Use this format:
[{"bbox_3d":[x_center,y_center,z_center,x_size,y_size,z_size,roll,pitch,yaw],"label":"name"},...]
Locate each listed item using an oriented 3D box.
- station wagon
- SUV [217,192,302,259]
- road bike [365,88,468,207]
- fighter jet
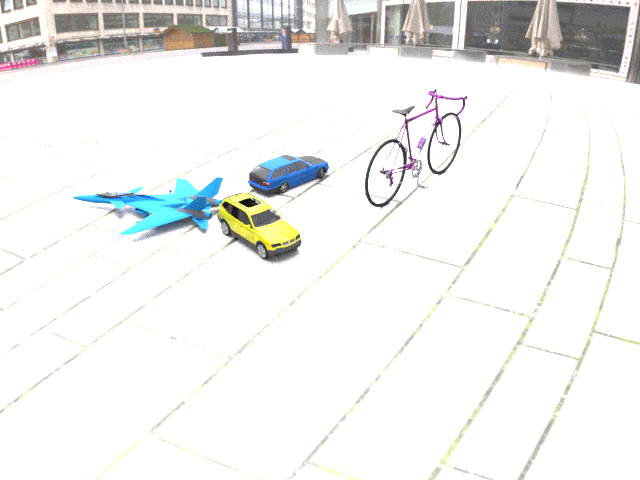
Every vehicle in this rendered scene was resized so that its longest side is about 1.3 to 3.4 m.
[{"bbox_3d":[-0.534,-1.270,12.593,1.597,0.473,0.682,-25,37,-38],"label":"station wagon"},{"bbox_3d":[-0.937,-0.257,10.563,0.656,0.580,1.572,-22,35,-35],"label":"SUV"},{"bbox_3d":[1.685,-1.646,12.039,0.697,1.656,3.004,21,35,35],"label":"road bike"},{"bbox_3d":[-2.909,-0.729,11.480,2.640,0.557,2.229,6,28,11],"label":"fighter jet"}]
